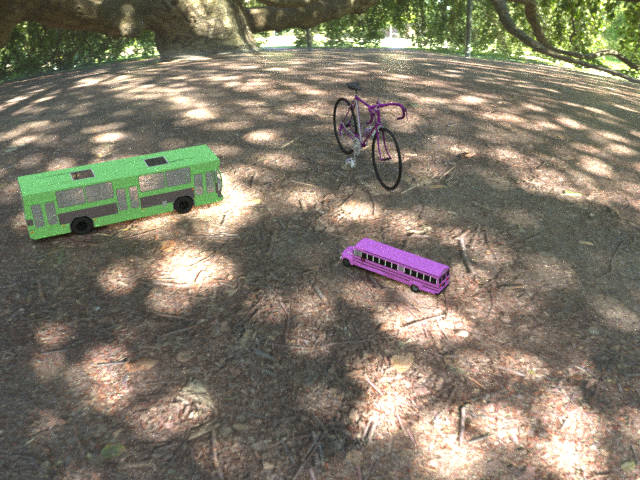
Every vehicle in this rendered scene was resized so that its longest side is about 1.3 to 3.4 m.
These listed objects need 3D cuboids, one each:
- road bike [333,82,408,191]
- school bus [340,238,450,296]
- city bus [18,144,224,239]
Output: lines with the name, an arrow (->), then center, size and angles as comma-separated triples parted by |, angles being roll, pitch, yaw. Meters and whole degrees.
road bike -> 0.860, -2.117, 13.425 | 0.696, 1.656, 3.004 | -12, 32, -19
school bus -> 1.068, 0.360, 10.318 | 1.708, 0.434, 0.365 | 20, 35, 31
city bus -> -3.328, -0.819, 11.919 | 3.255, 0.894, 0.926 | -14, 32, -23
